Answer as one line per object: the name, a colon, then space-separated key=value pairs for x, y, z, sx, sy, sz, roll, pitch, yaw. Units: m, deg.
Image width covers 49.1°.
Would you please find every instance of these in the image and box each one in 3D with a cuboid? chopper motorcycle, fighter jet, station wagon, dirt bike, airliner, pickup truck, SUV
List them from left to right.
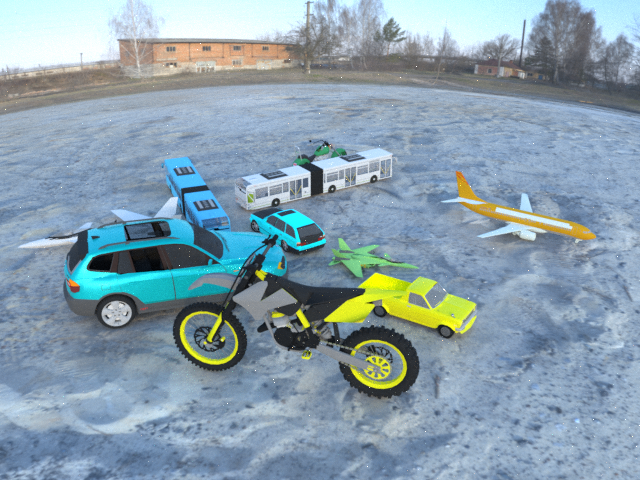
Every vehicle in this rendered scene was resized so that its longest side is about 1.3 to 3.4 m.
fighter jet: x=-3.555 y=-0.181 z=11.410 sx=2.640 sy=0.557 sz=2.229 roll=-6 pitch=26 yaw=-13
SUV: x=-1.970 y=0.310 z=9.697 sx=3.058 sy=1.128 sz=1.276 roll=-8 pitch=26 yaw=-16
station wagon: x=-0.571 y=-0.249 z=11.652 sx=0.682 sy=0.473 sz=1.597 roll=-17 pitch=30 yaw=-32
dirt bike: x=-0.325 y=0.912 z=7.788 sx=2.903 sy=1.666 sz=1.024 roll=6 pitch=26 yaw=13
chopper motorcycle: x=0.008 y=-1.733 z=14.465 sx=0.466 sy=0.761 sz=1.563 roll=22 pitch=33 yaw=38
fighter jet: x=0.857 y=0.264 z=10.783 sx=1.358 sy=0.286 sz=1.147 roll=8 pitch=26 yaw=16
pickup truck: x=1.283 y=0.795 z=9.394 sx=1.603 sy=0.511 sz=0.640 roll=15 pitch=29 yaw=29
airliner: x=3.411 y=-0.552 z=11.872 sx=2.541 sy=0.835 sz=2.257 roll=15 pitch=29 yaw=29

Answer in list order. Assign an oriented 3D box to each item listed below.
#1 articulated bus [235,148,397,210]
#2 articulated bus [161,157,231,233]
articulated bus: x=-0.024 y=-1.207 z=13.584 sx=3.401 sy=0.561 sz=0.605 roll=-16 pitch=29 yaw=-30
articulated bus: x=-2.256 y=-0.742 z=12.595 sx=0.605 sy=0.561 sz=3.401 roll=-9 pitch=27 yaw=-19
